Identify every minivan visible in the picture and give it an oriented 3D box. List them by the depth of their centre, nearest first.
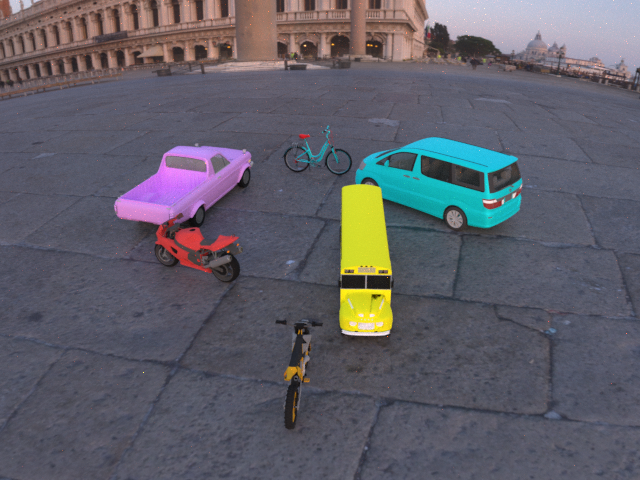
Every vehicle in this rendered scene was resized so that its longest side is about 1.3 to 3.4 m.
[{"bbox_3d":[2.003,-1.136,12.316,3.011,1.197,1.324,23,35,38],"label":"minivan"}]

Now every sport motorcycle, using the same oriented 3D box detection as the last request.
[{"bbox_3d":[-1.812,0.134,10.216,1.520,0.821,0.506,13,29,23],"label":"sport motorcycle"}]

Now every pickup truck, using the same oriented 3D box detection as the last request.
[{"bbox_3d":[-2.313,-1.076,12.424,1.244,0.993,3.117,9,28,17],"label":"pickup truck"}]

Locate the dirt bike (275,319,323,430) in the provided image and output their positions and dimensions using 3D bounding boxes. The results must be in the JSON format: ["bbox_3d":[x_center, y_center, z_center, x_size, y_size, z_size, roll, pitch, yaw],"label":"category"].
[{"bbox_3d":[-0.248,1.355,7.755,0.527,0.857,1.493,3,27,6],"label":"dirt bike"}]

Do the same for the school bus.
[{"bbox_3d":[0.623,0.205,10.049,0.709,0.844,3.322,1,27,2],"label":"school bus"}]

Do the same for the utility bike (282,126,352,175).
[{"bbox_3d":[-0.059,-1.788,13.889,1.435,0.946,0.535,5,27,10],"label":"utility bike"}]
